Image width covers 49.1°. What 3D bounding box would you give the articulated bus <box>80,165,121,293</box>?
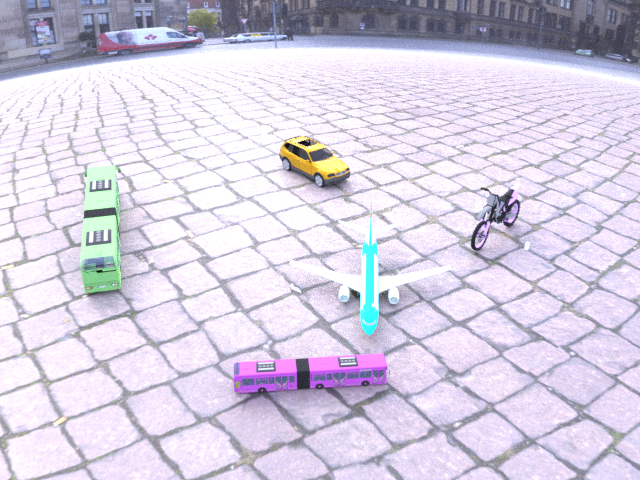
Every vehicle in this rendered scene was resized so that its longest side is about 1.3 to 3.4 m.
[{"bbox_3d":[-3.379,-0.282,10.880,0.605,0.561,3.401,-7,30,-13],"label":"articulated bus"}]

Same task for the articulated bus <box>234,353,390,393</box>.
[{"bbox_3d":[-0.098,1.513,7.950,1.749,0.289,0.311,-3,29,-5],"label":"articulated bus"}]

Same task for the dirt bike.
[{"bbox_3d":[2.754,-0.414,10.812,0.527,0.857,1.493,22,36,34],"label":"dirt bike"}]

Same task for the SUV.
[{"bbox_3d":[-0.114,-1.497,13.032,0.656,0.580,1.572,-22,36,-34],"label":"SUV"}]

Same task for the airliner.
[{"bbox_3d":[0.682,0.326,9.512,2.257,0.835,2.541,2,29,3],"label":"airliner"}]
